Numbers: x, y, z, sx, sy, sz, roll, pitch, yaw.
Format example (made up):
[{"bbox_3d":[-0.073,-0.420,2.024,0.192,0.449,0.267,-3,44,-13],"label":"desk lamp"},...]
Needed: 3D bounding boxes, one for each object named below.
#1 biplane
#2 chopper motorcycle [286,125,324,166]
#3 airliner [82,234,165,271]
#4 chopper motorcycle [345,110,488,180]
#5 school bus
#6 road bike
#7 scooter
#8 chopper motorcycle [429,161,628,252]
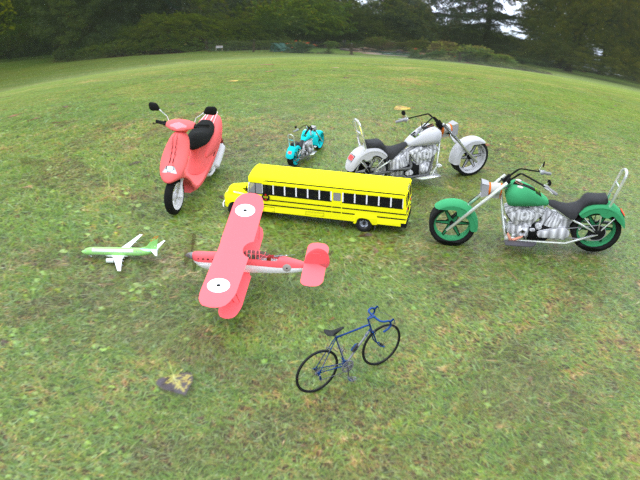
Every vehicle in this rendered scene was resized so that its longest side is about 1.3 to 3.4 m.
[{"bbox_3d":[-0.919,0.332,10.100,2.120,0.981,2.598,3,29,6],"label":"biplane"},{"bbox_3d":[-0.290,-2.080,14.669,0.466,0.761,1.563,13,32,22],"label":"chopper motorcycle"},{"bbox_3d":[-3.156,0.102,11.083,1.307,0.429,1.161,2,29,3],"label":"airliner"},{"bbox_3d":[1.911,-1.775,13.380,3.040,1.480,0.906,-11,31,-19],"label":"chopper motorcycle"},{"bbox_3d":[-0.086,-0.771,12.226,3.322,0.844,0.709,7,30,12],"label":"school bus"},{"bbox_3d":[0.367,1.321,8.454,1.545,0.852,0.358,-17,33,-28],"label":"road bike"},{"bbox_3d":[-2.368,-1.758,13.033,1.288,1.786,2.721,6,30,11],"label":"scooter"},{"bbox_3d":[3.295,-0.528,11.135,3.040,1.480,0.906,4,29,7],"label":"chopper motorcycle"}]
